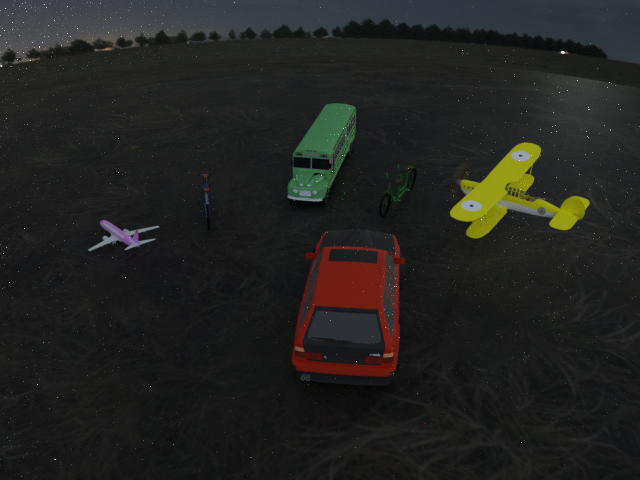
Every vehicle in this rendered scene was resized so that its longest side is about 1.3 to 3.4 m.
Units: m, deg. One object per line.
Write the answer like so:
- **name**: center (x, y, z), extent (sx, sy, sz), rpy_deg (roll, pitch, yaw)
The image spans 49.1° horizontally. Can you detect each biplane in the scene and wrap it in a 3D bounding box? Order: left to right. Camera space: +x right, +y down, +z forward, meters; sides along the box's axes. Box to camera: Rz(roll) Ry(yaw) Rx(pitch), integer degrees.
- **biplane**: center (3.033, -0.611, 10.892), extent (2.120, 0.981, 2.598), rpy_deg (20, 34, 32)

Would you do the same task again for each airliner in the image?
- **airliner**: center (-3.051, -0.165, 10.641), extent (1.161, 0.429, 1.307), rpy_deg (-23, 36, -36)

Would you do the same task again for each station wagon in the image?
- **station wagon**: center (0.414, 0.556, 8.762), extent (1.327, 0.920, 3.105), rpy_deg (3, 28, 6)

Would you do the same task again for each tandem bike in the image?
- **tandem bike**: center (-1.863, -0.766, 11.502), extent (0.283, 0.682, 1.642), rpy_deg (-5, 28, -8)
- **tandem bike**: center (1.343, -0.942, 11.833), extent (0.283, 0.682, 1.642), rpy_deg (14, 31, 24)

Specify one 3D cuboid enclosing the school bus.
- **school bus**: center (0.079, -1.655, 13.001), extent (0.709, 0.844, 3.322), rpy_deg (6, 29, 10)
